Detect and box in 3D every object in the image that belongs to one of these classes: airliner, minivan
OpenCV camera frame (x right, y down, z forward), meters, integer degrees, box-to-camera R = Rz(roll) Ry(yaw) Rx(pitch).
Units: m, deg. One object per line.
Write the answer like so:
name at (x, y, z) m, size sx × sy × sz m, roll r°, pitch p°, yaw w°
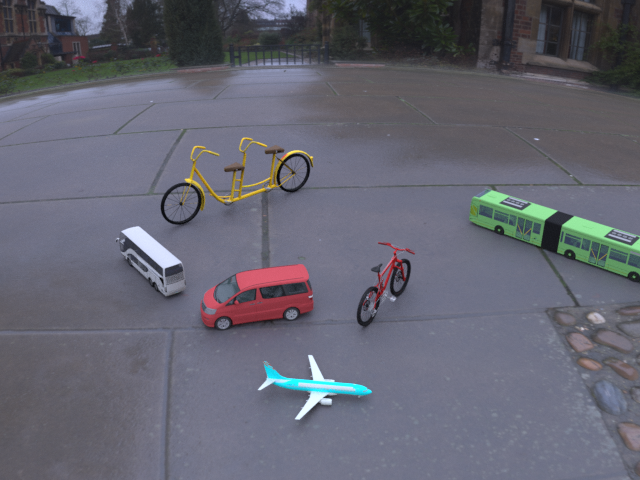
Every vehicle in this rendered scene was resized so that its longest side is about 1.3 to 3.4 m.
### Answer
airliner at (-0.041, 1.641, 8.208) m, size 1.307 × 0.429 × 1.161 m, roll 3°, pitch 28°, yaw 6°
minivan at (-0.878, 0.763, 9.656) m, size 1.548 × 0.616 × 0.681 m, roll -7°, pitch 29°, yaw -12°

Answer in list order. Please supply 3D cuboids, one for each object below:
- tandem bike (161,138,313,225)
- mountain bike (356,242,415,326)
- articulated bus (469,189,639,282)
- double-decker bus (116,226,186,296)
tandem bike at (-1.414, -1.196, 12.574) m, size 3.192 × 1.326 × 0.550 m, roll -19°, pitch 34°, yaw -32°
mountain bike at (0.916, 0.583, 9.724) m, size 0.573 × 0.868 × 1.469 m, roll 17°, pitch 33°, yaw 29°
articulated bus at (4.007, -0.072, 11.279) m, size 3.401 × 0.561 × 0.605 m, roll 23°, pitch 36°, yaw 36°
double-decker bus at (-2.579, 0.286, 10.629) m, size 0.389 × 0.541 × 1.672 m, roll -20°, pitch 34°, yaw -33°
